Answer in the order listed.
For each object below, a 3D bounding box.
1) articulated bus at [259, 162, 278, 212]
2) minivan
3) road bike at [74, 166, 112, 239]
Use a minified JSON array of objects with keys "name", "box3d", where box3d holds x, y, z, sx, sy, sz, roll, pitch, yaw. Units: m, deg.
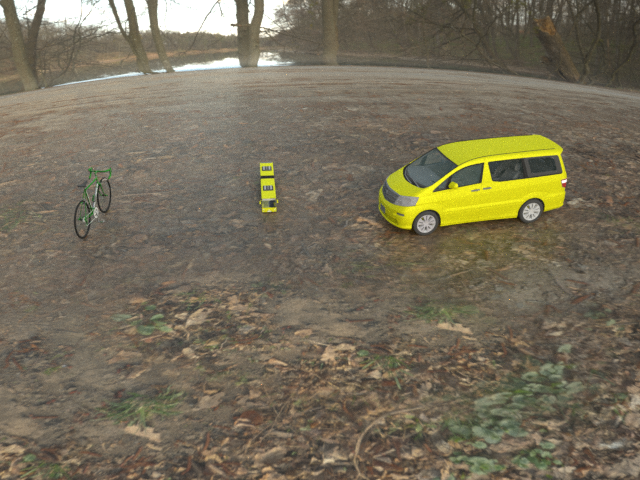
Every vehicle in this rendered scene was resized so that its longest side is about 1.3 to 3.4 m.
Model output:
[{"name":"articulated bus","box3d":[-0.932,-0.962,12.453,0.311,0.289,1.749,-2,27,-5]},{"name":"minivan","box3d":[2.466,-0.952,11.437,3.011,1.197,1.324,-7,28,-13]},{"name":"road bike","box3d":[-3.641,-0.644,11.213,0.358,0.852,1.545,2,27,4]}]
